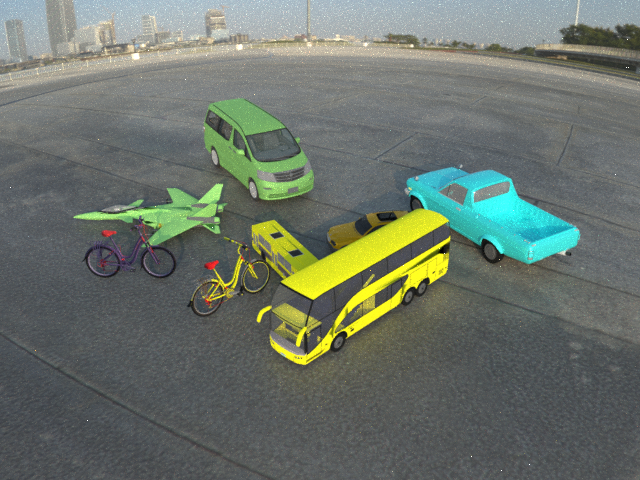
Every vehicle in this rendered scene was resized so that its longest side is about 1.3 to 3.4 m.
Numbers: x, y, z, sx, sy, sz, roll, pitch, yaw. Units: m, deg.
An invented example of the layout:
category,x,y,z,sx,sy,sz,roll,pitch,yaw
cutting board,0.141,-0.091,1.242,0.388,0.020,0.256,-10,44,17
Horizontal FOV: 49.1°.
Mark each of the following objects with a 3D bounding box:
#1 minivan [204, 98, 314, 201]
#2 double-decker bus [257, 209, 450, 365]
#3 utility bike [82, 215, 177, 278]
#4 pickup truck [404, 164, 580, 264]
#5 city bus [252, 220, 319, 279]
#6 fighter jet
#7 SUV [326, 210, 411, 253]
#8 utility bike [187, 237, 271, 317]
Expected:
category,x,y,z,sx,sy,sz,roll,pitch,yaw
minivan,-1.251,-1.813,13.744,1.324,1.197,3.011,-16,33,-26
double-decker bus,0.602,0.584,9.597,0.756,1.052,3.251,25,38,37
utility bike,-2.880,0.128,10.522,1.435,0.946,0.535,1,29,1
pickup truck,2.765,-0.544,11.678,1.244,0.993,3.117,-17,33,-27
city bus,-0.515,0.265,10.775,0.476,0.460,1.674,-15,33,-25
fighter jet,-2.989,-0.550,12.137,2.640,0.557,2.229,0,29,0
SUV,0.890,-0.121,11.345,1.572,0.580,0.656,-5,30,-9
utility bike,-1.307,0.485,9.882,1.435,0.946,0.535,-24,37,-36
